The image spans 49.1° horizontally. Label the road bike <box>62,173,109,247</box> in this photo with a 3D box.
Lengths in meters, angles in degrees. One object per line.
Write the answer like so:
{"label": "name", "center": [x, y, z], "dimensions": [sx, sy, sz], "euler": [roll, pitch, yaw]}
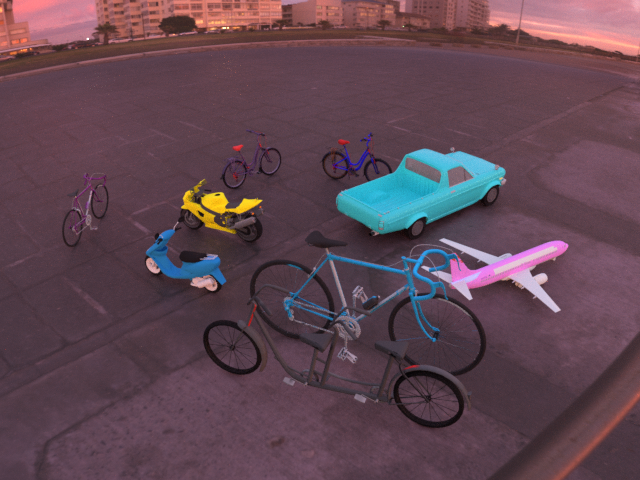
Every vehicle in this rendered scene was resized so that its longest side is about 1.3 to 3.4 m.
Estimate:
{"label": "road bike", "center": [-3.778, -0.528, 11.275], "dimensions": [0.358, 0.852, 1.545], "euler": [5, 30, 9]}

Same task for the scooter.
{"label": "scooter", "center": [-1.950, 0.228, 9.894], "dimensions": [1.399, 0.919, 0.662], "euler": [14, 33, 23]}

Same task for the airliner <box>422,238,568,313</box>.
{"label": "airliner", "center": [2.728, 0.220, 9.991], "dimensions": [2.541, 0.835, 2.257], "euler": [-18, 35, -28]}

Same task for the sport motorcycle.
{"label": "sport motorcycle", "center": [-1.584, -0.441, 11.155], "dimensions": [1.520, 0.821, 0.506], "euler": [12, 32, 20]}

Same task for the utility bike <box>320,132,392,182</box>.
{"label": "utility bike", "center": [0.675, -1.519, 12.905], "dimensions": [1.435, 0.946, 0.535], "euler": [12, 32, 20]}

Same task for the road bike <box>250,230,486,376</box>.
{"label": "road bike", "center": [0.493, 0.717, 8.303], "dimensions": [3.004, 1.656, 0.697], "euler": [12, 32, 20]}

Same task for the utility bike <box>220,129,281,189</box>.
{"label": "utility bike", "center": [-1.305, -1.524, 12.913], "dimensions": [1.435, 0.946, 0.535], "euler": [-25, 38, -37]}

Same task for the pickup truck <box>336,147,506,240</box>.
{"label": "pickup truck", "center": [1.770, -0.907, 11.793], "dimensions": [3.117, 0.993, 1.244], "euler": [-22, 37, -33]}

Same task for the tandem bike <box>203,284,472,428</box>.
{"label": "tandem bike", "center": [0.095, 1.256, 7.697], "dimensions": [3.192, 1.326, 0.550], "euler": [11, 32, 18]}
